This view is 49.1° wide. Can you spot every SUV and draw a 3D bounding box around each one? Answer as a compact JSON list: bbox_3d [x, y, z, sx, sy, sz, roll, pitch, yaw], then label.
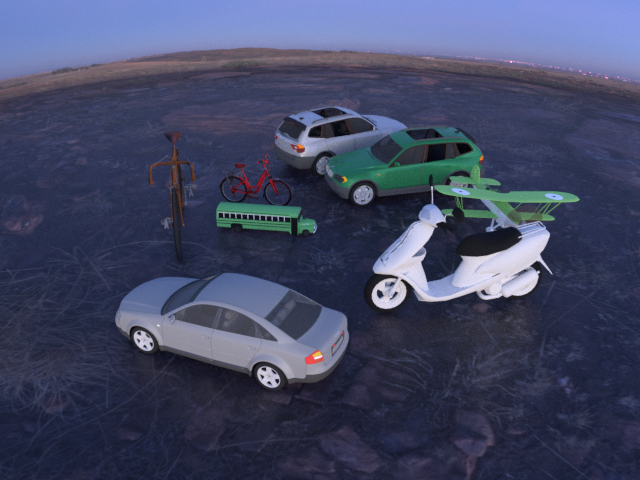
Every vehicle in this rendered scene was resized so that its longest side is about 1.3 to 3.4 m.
[{"bbox_3d":[1.613,-1.486,13.374,3.058,1.128,1.276,-7,28,-12],"label":"SUV"},{"bbox_3d":[0.494,-2.240,14.805,3.058,1.128,1.276,-17,32,-29],"label":"SUV"}]

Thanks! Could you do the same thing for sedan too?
[{"bbox_3d":[-1.179,0.972,8.911,3.137,0.940,1.235,11,30,20],"label":"sedan"}]

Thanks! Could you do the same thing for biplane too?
[{"bbox_3d":[3.041,-0.670,11.984,2.598,0.981,2.120,-6,28,-12],"label":"biplane"}]

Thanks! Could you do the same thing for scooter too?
[{"bbox_3d":[1.946,0.129,9.604,2.721,1.786,1.288,-5,28,-9],"label":"scooter"}]

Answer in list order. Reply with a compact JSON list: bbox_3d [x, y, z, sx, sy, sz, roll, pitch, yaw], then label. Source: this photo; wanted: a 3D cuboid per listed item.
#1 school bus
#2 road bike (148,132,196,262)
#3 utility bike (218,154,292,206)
[{"bbox_3d":[-0.908,-0.363,11.987,1.708,0.434,0.365,4,28,8],"label":"school bus"},{"bbox_3d":[-2.388,-0.874,11.647,0.696,1.656,3.004,-4,28,-8],"label":"road bike"},{"bbox_3d":[-1.197,-1.100,12.837,1.435,0.946,0.535,6,28,12],"label":"utility bike"}]
